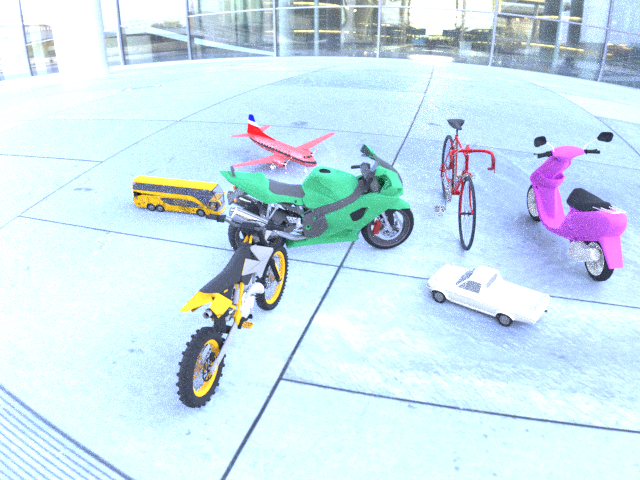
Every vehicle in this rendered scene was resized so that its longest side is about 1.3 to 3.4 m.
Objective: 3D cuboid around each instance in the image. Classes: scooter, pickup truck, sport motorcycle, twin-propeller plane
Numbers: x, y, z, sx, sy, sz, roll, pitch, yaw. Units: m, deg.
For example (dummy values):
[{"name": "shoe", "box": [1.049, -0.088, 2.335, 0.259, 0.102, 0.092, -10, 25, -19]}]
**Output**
[{"name": "scooter", "box": [3.876, -0.657, 10.672, 1.288, 1.786, 2.721, -5, 29, -9]}, {"name": "pickup truck", "box": [2.273, 0.691, 9.531, 1.603, 0.511, 0.640, 19, 34, 30]}, {"name": "sport motorcycle", "box": [0.010, -0.491, 10.566, 2.955, 1.596, 0.983, -5, 29, -8]}, {"name": "twin-propeller plane", "box": [-0.804, -1.938, 14.067, 2.663, 0.792, 2.129, -25, 37, -37]}]

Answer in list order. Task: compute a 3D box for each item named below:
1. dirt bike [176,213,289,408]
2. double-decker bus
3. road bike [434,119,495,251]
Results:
[{"name": "dirt bike", "box": [-0.990, 0.627, 8.438, 1.024, 1.666, 2.903, 10, 30, 17]}, {"name": "double-decker bus", "box": [-2.433, -0.762, 12.169, 1.672, 0.541, 0.389, 7, 29, 12]}, {"name": "road bike", "box": [2.281, -1.069, 11.566, 0.696, 1.656, 3.004, 0, 29, 0]}]
